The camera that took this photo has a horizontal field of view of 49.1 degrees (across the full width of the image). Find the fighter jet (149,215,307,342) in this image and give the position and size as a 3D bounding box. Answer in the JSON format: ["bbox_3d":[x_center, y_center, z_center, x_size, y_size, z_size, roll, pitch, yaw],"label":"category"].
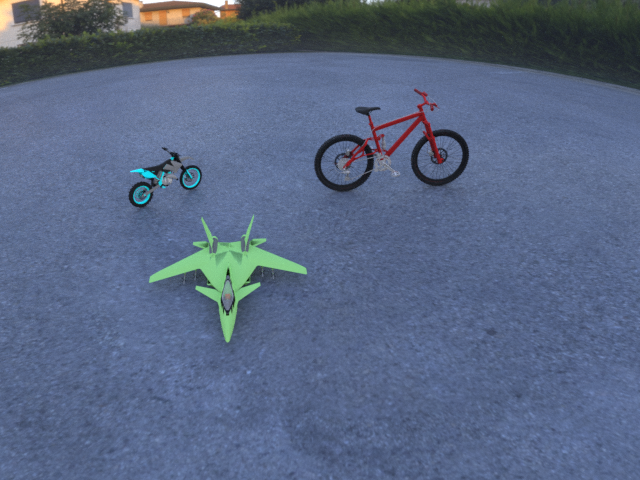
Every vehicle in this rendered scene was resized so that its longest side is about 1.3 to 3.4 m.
[{"bbox_3d":[-1.282,0.481,9.760,2.229,0.557,2.640,-3,29,-5],"label":"fighter jet"}]

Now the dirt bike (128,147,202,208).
[{"bbox_3d":[-2.729,-1.132,12.342,1.493,0.857,0.527,-24,37,-37],"label":"dirt bike"}]

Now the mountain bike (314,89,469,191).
[{"bbox_3d":[1.311,-1.695,12.499,2.857,1.688,1.114,-4,29,-7],"label":"mountain bike"}]
